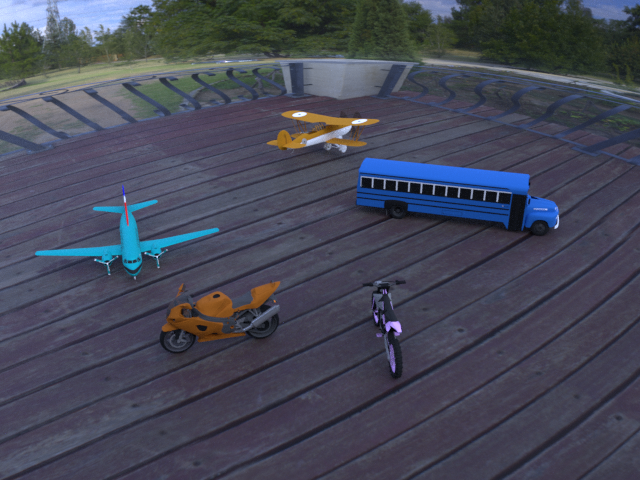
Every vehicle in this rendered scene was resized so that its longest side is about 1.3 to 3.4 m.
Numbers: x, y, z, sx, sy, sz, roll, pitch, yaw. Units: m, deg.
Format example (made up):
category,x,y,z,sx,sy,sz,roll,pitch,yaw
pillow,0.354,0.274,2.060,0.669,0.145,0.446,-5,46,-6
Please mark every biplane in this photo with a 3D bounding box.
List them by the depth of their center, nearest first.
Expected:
category,x,y,z,sx,sy,sz,roll,pitch,yaw
biplane,-0.073,-2.123,14.075,2.120,0.981,2.598,-25,37,-38

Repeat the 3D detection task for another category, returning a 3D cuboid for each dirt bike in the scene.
category,x,y,z,sx,sy,sz,roll,pitch,yaw
dirt bike,0.798,0.961,8.493,0.527,0.857,1.493,-4,29,-6

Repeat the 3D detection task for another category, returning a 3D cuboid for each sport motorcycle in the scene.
category,x,y,z,sx,sy,sz,roll,pitch,yaw
sport motorcycle,-1.214,0.938,8.574,1.520,0.821,0.506,-9,30,-15

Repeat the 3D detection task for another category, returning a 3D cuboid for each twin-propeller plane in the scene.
category,x,y,z,sx,sy,sz,roll,pitch,yaw
twin-propeller plane,-2.886,-0.121,10.566,2.663,0.792,2.129,-8,29,-14

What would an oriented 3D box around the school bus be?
category,x,y,z,sx,sy,sz,roll,pitch,yaw
school bus,2.288,-0.754,11.684,3.322,0.844,0.709,8,29,14
